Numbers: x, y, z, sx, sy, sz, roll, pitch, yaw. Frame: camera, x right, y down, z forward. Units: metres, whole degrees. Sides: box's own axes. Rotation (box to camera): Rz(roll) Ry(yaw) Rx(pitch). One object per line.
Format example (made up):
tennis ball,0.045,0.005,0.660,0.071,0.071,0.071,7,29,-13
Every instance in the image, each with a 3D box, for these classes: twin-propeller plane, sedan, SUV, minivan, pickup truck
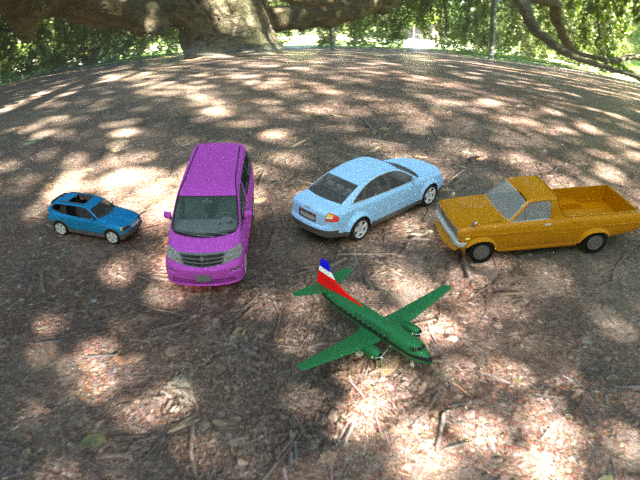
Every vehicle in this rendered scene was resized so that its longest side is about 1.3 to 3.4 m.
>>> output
twin-propeller plane,0.644,0.942,8.980,2.663,0.792,2.129,-23,37,-34
sedan,0.899,-0.912,12.064,3.137,0.940,1.235,-25,38,-37
SUV,-3.733,-0.406,11.543,1.572,0.580,0.656,9,31,15
minivan,-1.679,-0.471,11.037,1.324,1.197,3.011,-1,30,-1
pickup truck,3.456,-0.439,11.186,3.117,0.993,1.244,-5,30,-8
